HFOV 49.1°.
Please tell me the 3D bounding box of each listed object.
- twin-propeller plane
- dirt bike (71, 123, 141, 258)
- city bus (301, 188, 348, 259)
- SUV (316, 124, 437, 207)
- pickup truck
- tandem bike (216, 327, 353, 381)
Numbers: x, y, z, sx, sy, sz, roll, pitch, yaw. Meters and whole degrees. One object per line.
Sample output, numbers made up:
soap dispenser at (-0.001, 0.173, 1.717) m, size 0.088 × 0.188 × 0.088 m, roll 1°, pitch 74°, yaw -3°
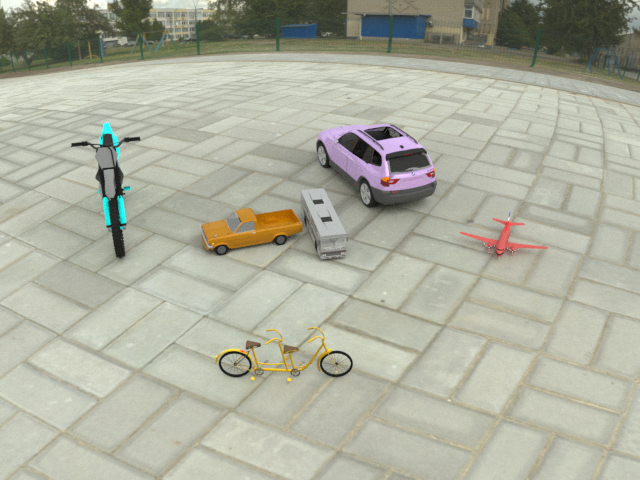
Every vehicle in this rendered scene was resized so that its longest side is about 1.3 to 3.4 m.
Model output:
twin-propeller plane at (2.915, -0.070, 11.073) m, size 1.370 × 0.407 × 1.095 m, roll 11°, pitch 31°, yaw 18°
dirt bike at (-3.362, -0.971, 11.382) m, size 1.024 × 1.666 × 2.903 m, roll -8°, pitch 31°, yaw -13°
city bus at (0.038, -0.274, 11.378) m, size 0.476 × 0.460 × 1.674 m, roll -6°, pitch 30°, yaw -10°
SUV at (0.986, -1.608, 13.040) m, size 1.276 × 1.128 × 3.058 m, roll -12°, pitch 32°, yaw -20°
pickup truck at (-1.095, -0.209, 11.213) m, size 1.603 × 0.511 × 0.640 m, roll -10°, pitch 31°, yaw -17°
tandem bike at (-0.427, 1.359, 8.293) m, size 1.642 × 0.682 × 0.283 m, roll 0°, pitch 30°, yaw 0°
